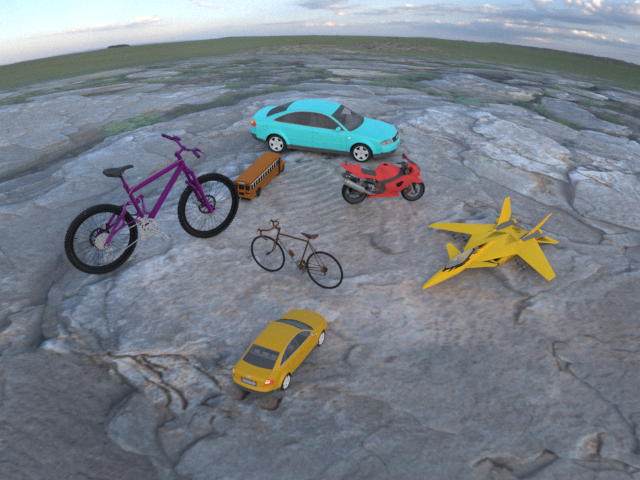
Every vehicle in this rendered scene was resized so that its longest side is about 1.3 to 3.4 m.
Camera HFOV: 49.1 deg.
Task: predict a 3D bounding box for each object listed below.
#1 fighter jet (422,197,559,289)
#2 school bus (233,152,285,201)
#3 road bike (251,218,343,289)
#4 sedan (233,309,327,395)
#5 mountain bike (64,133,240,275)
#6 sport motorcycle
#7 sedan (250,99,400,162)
[{"bbox_3d":[2.402,0.097,10.481,2.640,0.557,2.229,-24,37,-36],"label":"fighter jet"},{"bbox_3d":[-1.100,-1.222,12.984,0.365,0.434,1.708,10,30,17],"label":"school bus"},{"bbox_3d":[-0.351,0.202,9.988,1.545,0.852,0.358,15,32,25],"label":"road bike"},{"bbox_3d":[-0.449,1.257,8.467,0.635,0.483,1.613,14,32,23],"label":"sedan"},{"bbox_3d":[-2.448,-0.532,10.449,2.857,1.688,1.114,-21,35,-33],"label":"mountain bike"},{"bbox_3d":[1.102,-1.036,12.249,1.520,0.821,0.506,-3,29,-5],"label":"sport motorcycle"},{"bbox_3d":[0.106,-2.347,14.489,3.137,0.940,1.235,9,30,15],"label":"sedan"}]
